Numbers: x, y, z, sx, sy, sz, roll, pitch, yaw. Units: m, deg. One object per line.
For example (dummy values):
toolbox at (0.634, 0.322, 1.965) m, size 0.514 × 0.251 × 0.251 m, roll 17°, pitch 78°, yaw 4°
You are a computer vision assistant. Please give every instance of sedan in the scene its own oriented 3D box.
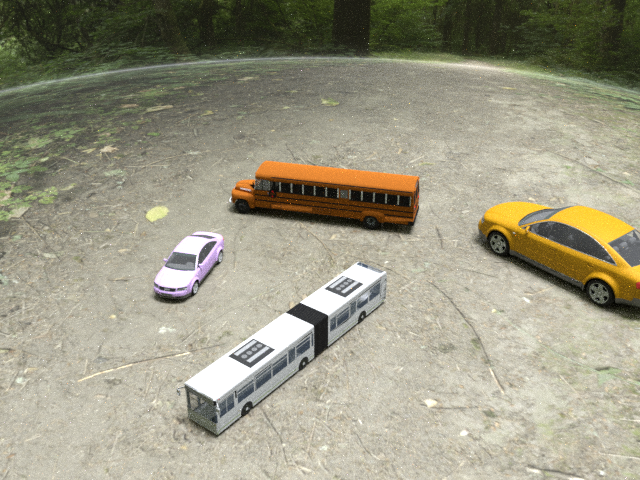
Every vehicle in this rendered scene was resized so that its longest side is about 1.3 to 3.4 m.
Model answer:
sedan at (-1.946, 0.312, 10.467) m, size 0.635 × 0.483 × 1.613 m, roll 7°, pitch 29°, yaw 13°
sedan at (3.806, 0.006, 10.551) m, size 1.235 × 0.940 × 3.137 m, roll -21°, pitch 35°, yaw -33°

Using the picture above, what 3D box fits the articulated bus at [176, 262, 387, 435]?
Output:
articulated bus at (-0.291, 1.214, 8.734) m, size 0.605 × 0.561 × 3.401 m, roll 20°, pitch 35°, yaw 33°

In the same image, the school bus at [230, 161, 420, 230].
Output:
school bus at (0.039, -0.812, 12.148) m, size 3.322 × 0.844 × 0.709 m, roll 7°, pitch 29°, yaw 13°
